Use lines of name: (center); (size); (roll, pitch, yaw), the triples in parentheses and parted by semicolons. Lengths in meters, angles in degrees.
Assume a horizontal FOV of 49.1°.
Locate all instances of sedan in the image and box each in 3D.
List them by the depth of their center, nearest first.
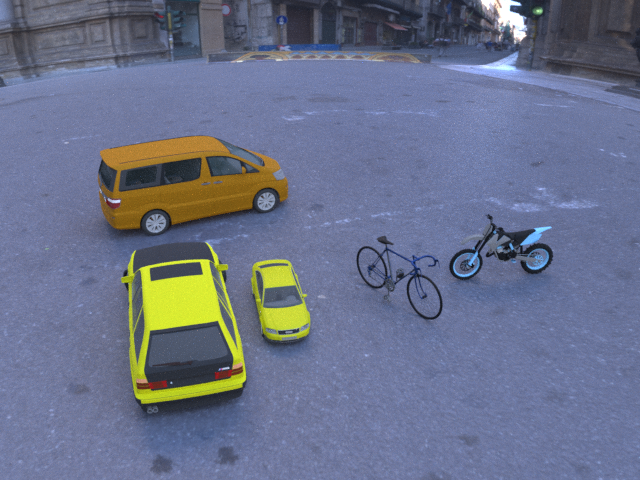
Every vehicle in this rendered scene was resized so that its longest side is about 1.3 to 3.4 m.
sedan: (-0.511, 0.695, 8.794); (0.635, 0.483, 1.613); (-5, 28, -10)

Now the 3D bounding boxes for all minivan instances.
minivan: (-1.994, -1.002, 11.270); (3.011, 1.197, 1.324); (-13, 30, -23)

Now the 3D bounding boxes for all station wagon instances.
station wagon: (-1.662, 0.720, 8.274); (1.327, 0.920, 3.105); (-7, 28, -13)

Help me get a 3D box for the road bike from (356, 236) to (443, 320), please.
road bike: (0.987, 0.422, 8.918); (0.358, 0.852, 1.545); (-21, 34, -34)

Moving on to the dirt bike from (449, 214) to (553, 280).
dirt bike: (2.485, 0.126, 9.479); (1.493, 0.857, 0.527); (-5, 28, -9)
